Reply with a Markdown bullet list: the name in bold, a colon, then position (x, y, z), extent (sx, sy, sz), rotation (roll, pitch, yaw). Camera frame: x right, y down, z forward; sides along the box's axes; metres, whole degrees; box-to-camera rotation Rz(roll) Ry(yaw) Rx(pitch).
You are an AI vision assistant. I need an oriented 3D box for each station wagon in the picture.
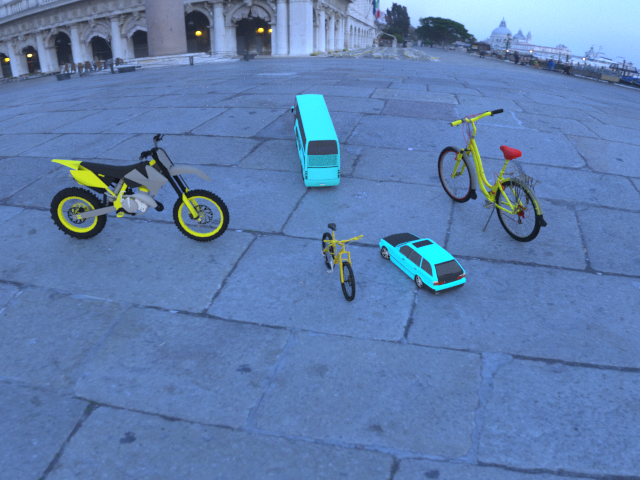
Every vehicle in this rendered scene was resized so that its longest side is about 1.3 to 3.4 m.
- **station wagon**: position (1.500, 0.242, 10.482), extent (0.682, 0.473, 1.597), rotation (-13, 31, -23)

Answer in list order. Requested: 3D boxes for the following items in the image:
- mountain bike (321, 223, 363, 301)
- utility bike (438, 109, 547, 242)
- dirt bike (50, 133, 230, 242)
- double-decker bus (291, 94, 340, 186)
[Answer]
- **mountain bike**: position (0.255, 0.233, 10.081), extent (0.573, 0.868, 1.469), rotation (-8, 29, -14)
- **utility bike**: position (2.718, -1.115, 11.562), extent (1.039, 1.839, 2.791), rotation (-13, 31, -23)
- **dirt bike**: position (-2.887, -0.740, 11.047), extent (2.903, 1.666, 1.024), rotation (2, 28, 3)
- **double-decker bus**: position (-0.108, -2.107, 14.232), extent (0.756, 1.052, 3.251), rotation (-3, 28, -5)
